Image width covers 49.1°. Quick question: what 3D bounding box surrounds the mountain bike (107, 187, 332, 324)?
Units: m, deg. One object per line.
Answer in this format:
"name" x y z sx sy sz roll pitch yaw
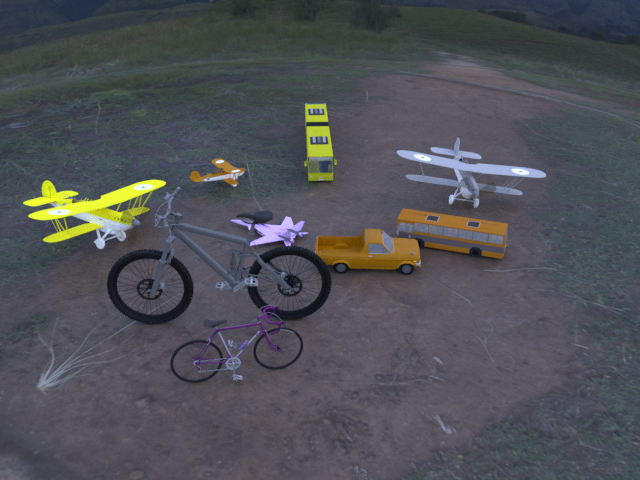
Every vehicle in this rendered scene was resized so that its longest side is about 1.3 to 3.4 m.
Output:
"mountain bike" -1.279 0.316 8.835 2.857 1.688 1.114 -1 28 -3

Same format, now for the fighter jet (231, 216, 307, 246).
"fighter jet" -0.913 -0.243 11.363 1.358 0.286 1.147 16 32 27

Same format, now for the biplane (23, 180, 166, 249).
"biplane" -3.614 -0.476 11.061 2.120 0.981 2.598 15 32 26

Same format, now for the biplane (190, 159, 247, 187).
"biplane" -1.860 -1.204 12.926 1.090 0.504 1.336 -13 31 -23

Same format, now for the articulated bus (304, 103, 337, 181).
"articulated bus" -0.049 -2.102 14.542 0.605 0.561 3.401 -1 28 -2

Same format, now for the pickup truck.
"pickup truck" 0.704 0.140 10.410 1.603 0.511 0.640 1 28 2

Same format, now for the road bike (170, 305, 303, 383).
"road bike" -0.946 1.219 8.035 1.545 0.852 0.358 -7 29 -13

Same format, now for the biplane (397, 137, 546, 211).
"biplane" 2.604 -1.213 12.438 2.598 0.981 2.120 0 28 0

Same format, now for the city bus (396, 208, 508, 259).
"city bus" 2.040 -0.089 10.892 1.674 0.460 0.476 9 30 17
